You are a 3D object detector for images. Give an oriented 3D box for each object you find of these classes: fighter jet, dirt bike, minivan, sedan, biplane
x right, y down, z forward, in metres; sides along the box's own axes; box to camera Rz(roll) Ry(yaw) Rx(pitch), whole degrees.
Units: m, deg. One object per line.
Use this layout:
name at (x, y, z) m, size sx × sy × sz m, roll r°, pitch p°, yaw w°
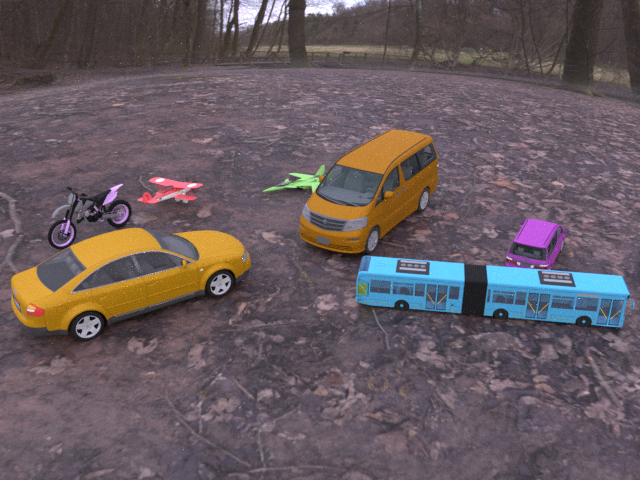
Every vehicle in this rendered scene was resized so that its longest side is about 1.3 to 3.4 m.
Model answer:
fighter jet at (-0.417, -1.084, 12.853) m, size 1.358 × 0.286 × 1.147 m, roll -12°, pitch 29°, yaw -22°
dirt bike at (-3.580, -0.425, 10.901) m, size 0.527 × 0.857 × 1.493 m, roll 21°, pitch 33°, yaw 35°
minivan at (0.853, -0.838, 11.346) m, size 1.324 × 1.197 × 3.011 m, roll 16°, pitch 31°, yaw 29°
sedan at (-2.402, 0.376, 9.211) m, size 3.137 × 0.940 × 1.235 m, roll -17°, pitch 31°, yaw -30°
biplane at (-2.610, -0.810, 12.063) m, size 1.336 × 0.504 × 1.090 m, roll 21°, pitch 33°, yaw 35°
minivan at (3.182, 0.043, 10.237) m, size 0.681 × 0.616 × 1.548 m, roll 13°, pitch 30°, yaw 25°

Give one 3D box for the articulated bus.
articulated bus at (2.187, 0.659, 9.070) m, size 3.401 × 0.561 × 0.605 m, roll 4°, pitch 27°, yaw 9°
